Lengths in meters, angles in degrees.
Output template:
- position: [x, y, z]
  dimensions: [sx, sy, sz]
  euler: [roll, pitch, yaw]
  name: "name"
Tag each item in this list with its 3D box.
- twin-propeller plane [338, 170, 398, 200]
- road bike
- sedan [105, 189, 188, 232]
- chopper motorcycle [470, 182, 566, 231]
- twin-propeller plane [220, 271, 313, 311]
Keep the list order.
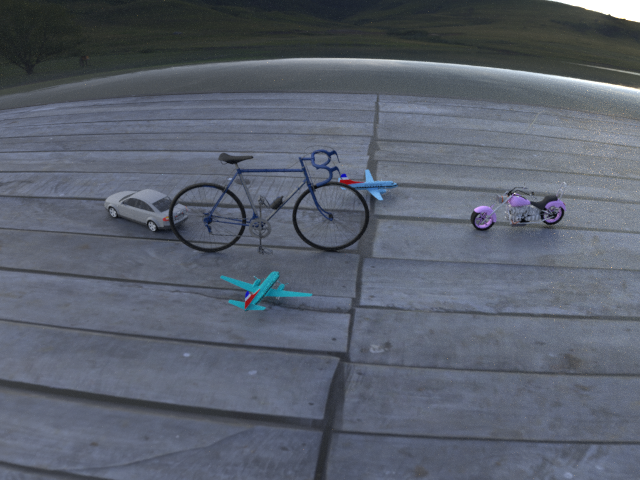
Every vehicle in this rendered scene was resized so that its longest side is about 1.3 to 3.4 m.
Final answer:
- position: [0.873, -1.024, 12.577]
  dimensions: [1.095, 0.407, 1.370]
  euler: [-3, 28, -6]
  name: "twin-propeller plane"
- position: [-0.760, -0.553, 10.381]
  dimensions: [3.004, 1.656, 0.696]
  euler: [-1, 28, -1]
  name: "road bike"
- position: [-2.920, -0.575, 11.660]
  dimensions: [1.613, 0.483, 0.635]
  euler: [17, 33, 29]
  name: "sedan"
- position: [3.225, -0.546, 11.313]
  dimensions: [1.563, 0.761, 0.466]
  euler: [-3, 28, -6]
  name: "chopper motorcycle"
- position: [-0.781, 0.641, 9.476]
  dimensions: [1.370, 0.407, 1.095]
  euler: [10, 30, 18]
  name: "twin-propeller plane"
